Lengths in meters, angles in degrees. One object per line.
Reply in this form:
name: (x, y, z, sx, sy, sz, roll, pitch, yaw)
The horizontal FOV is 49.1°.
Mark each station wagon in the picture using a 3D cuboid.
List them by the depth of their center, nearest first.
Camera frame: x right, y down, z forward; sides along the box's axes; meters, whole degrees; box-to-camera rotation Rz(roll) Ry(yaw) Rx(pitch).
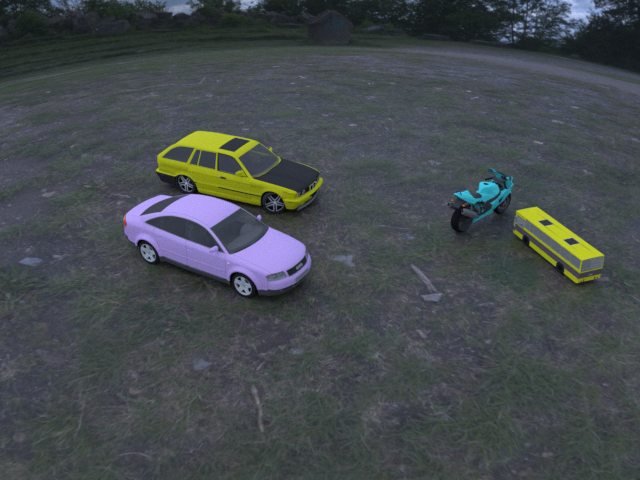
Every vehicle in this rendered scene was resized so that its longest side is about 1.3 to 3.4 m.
station wagon: (-1.482, -1.328, 12.867, 3.105, 0.920, 1.327, 13, 33, 22)

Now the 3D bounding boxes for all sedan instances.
sedan: (-1.595, -0.056, 10.654, 3.137, 0.940, 1.235, 17, 34, 26)

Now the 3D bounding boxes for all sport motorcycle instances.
sport motorcycle: (2.749, -0.663, 11.821, 1.520, 0.821, 0.506, -22, 37, -33)

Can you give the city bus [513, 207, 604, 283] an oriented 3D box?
city bus: (3.674, 0.069, 10.917, 0.476, 0.460, 1.674, -11, 32, -18)
